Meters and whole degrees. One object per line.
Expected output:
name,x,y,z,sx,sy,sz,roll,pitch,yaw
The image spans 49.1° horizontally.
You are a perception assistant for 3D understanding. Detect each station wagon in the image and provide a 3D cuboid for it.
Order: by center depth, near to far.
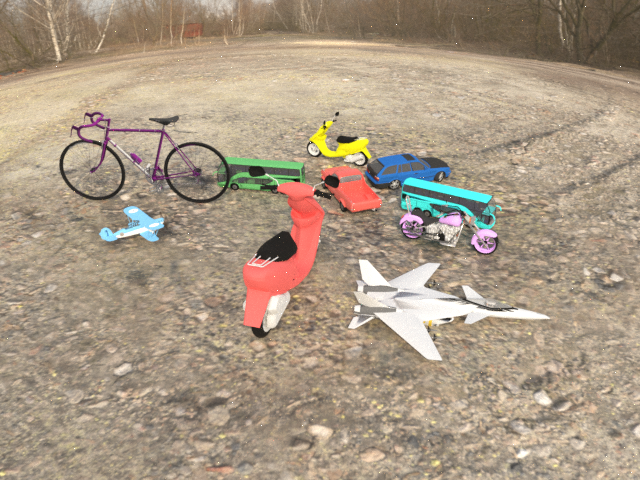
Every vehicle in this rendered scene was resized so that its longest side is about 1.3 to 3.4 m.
station wagon,1.670,-1.344,13.118,1.597,0.473,0.682,-10,32,-17

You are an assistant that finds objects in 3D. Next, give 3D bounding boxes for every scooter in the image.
scooter,-0.444,0.005,9.506,1.288,1.786,2.721,9,31,15
scooter,0.360,-1.963,13.737,1.399,0.919,0.662,15,33,23

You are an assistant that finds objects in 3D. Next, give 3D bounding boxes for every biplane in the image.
biplane,-2.943,-0.185,11.101,1.090,0.504,1.336,-19,35,-30

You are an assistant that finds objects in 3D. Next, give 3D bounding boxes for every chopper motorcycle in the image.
chopper motorcycle,2.014,-0.235,10.933,1.563,0.761,0.466,11,32,18

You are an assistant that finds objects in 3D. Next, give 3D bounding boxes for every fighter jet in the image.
fighter jet,1.750,0.797,9.368,2.640,0.557,2.229,4,31,7

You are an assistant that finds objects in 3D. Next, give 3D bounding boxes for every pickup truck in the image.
pickup truck,0.527,-0.952,12.410,0.640,0.511,1.603,-10,32,-17

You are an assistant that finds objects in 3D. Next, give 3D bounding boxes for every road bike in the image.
road bike,-3.049,-1.399,12.040,3.004,1.656,0.696,2,30,3

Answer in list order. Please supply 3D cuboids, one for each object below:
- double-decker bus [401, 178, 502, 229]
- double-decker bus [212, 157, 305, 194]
double-decker bus,2.183,-0.609,11.792,1.672,0.541,0.389,16,34,25
double-decker bus,-1.103,-1.183,12.775,1.672,0.541,0.389,5,31,9
